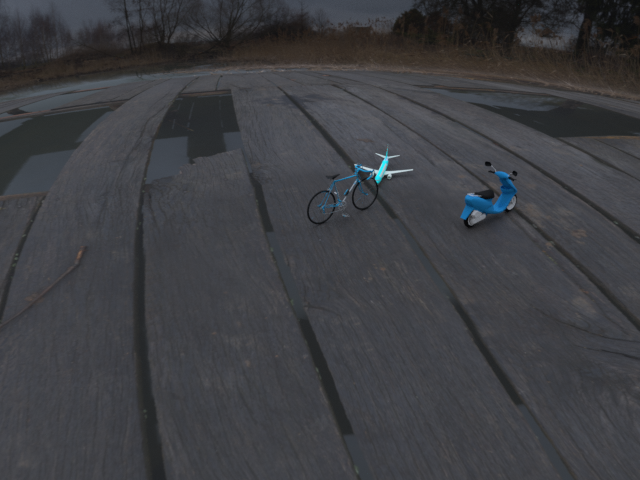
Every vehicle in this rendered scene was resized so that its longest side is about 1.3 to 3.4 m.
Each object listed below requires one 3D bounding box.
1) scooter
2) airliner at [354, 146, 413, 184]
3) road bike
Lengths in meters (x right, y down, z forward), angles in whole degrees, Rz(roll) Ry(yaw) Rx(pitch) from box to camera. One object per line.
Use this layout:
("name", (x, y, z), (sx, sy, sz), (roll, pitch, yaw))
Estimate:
("scooter", (2.867, -0.761, 11.668), (1.399, 0.919, 0.662), (-20, 33, -34))
("airliner", (1.209, -1.450, 13.556), (1.161, 0.429, 1.307), (7, 28, 13))
("road bike", (0.404, -0.784, 11.788), (1.545, 0.852, 0.358), (-19, 33, -33))
